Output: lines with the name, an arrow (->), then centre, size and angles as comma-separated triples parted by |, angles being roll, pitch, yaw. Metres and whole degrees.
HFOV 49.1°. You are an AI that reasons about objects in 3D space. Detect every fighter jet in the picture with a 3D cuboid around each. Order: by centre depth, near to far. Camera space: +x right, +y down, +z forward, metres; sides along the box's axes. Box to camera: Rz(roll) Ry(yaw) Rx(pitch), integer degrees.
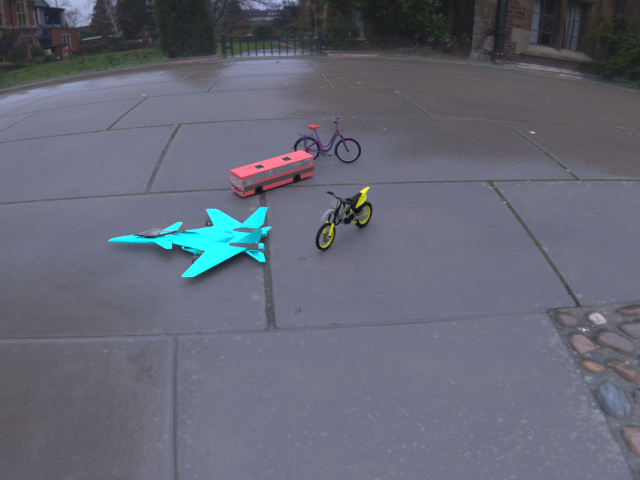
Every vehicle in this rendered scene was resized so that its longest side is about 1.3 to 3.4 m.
fighter jet -> -2.155, -0.122, 11.368 | 2.640, 0.557, 2.229 | 1, 30, 1

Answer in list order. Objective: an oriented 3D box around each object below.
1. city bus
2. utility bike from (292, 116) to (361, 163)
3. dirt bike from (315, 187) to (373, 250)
city bus -> -0.906, -1.277, 13.506 | 1.674, 0.460, 0.476 | -21, 35, -32
utility bike -> 0.135, -2.065, 14.404 | 1.435, 0.946, 0.535 | 2, 30, 4
dirt bike -> 0.423, -0.411, 11.573 | 0.527, 0.857, 1.493 | 22, 36, 34
